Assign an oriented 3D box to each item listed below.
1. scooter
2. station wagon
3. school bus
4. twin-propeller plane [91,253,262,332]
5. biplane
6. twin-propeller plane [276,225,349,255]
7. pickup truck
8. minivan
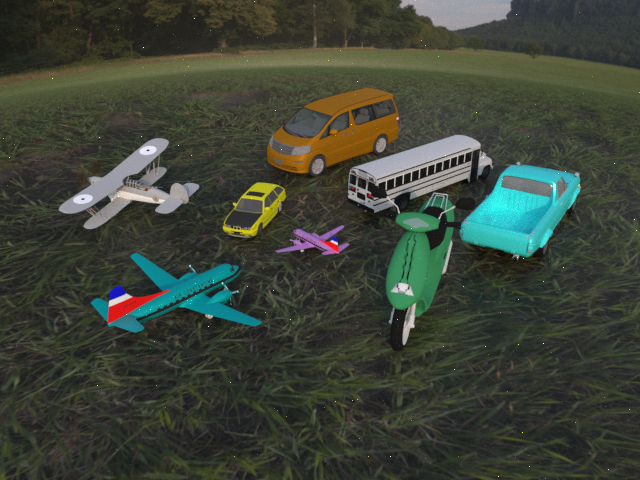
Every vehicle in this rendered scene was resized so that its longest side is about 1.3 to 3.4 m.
[{"bbox_3d":[1.331,0.084,9.097,1.288,1.786,2.721,9,28,17],"label":"scooter"},{"bbox_3d":[-1.092,-0.549,11.800,0.682,0.473,1.597,8,28,15],"label":"station wagon"},{"bbox_3d":[1.949,-1.261,12.797,3.322,0.844,0.709,-21,34,-35],"label":"school bus"},{"bbox_3d":[-1.839,0.625,9.129,2.663,0.792,2.129,23,35,37],"label":"twin-propeller plane"},{"bbox_3d":[-3.109,-0.814,11.762,2.120,0.981,2.598,12,29,22],"label":"biplane"},{"bbox_3d":[-0.075,-0.019,10.827,1.370,0.407,1.095,-21,34,-36],"label":"twin-propeller plane"},{"bbox_3d":[3.326,-0.604,11.334,1.244,0.993,3.117,15,31,27],"label":"pickup truck"},{"bbox_3d":[0.288,-2.262,14.385,3.011,1.197,1.324,-23,35,-38],"label":"minivan"}]
